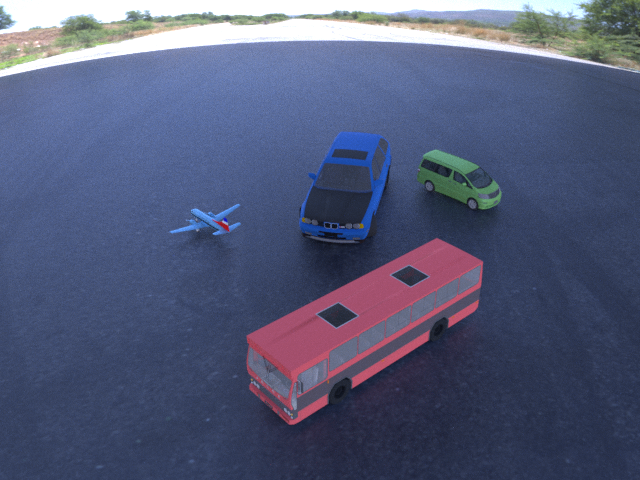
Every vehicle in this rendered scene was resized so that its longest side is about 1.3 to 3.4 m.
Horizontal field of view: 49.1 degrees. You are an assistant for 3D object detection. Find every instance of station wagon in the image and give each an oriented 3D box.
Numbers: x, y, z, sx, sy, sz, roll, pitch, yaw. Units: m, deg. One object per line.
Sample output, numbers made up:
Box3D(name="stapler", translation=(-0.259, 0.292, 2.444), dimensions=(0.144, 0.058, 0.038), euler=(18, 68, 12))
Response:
Box3D(name="station wagon", translation=(0.491, -1.032, 12.011), dimensions=(1.327, 0.920, 3.105), euler=(6, 32, 10))

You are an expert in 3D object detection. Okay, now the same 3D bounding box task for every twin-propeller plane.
Box3D(name="twin-propeller plane", translation=(-1.797, -0.347, 11.374), dimensions=(1.370, 0.407, 1.095), euler=(-26, 40, -36))

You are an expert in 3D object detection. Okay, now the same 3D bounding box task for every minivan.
Box3D(name="minivan", translation=(2.470, -1.073, 12.374), dimensions=(0.681, 0.616, 1.548), euler=(-27, 40, -36))

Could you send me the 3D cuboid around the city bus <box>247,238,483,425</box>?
Box3D(name="city bus", translation=(0.647, 1.040, 8.610), dimensions=(3.255, 0.894, 0.926), euler=(-24, 39, -34))
